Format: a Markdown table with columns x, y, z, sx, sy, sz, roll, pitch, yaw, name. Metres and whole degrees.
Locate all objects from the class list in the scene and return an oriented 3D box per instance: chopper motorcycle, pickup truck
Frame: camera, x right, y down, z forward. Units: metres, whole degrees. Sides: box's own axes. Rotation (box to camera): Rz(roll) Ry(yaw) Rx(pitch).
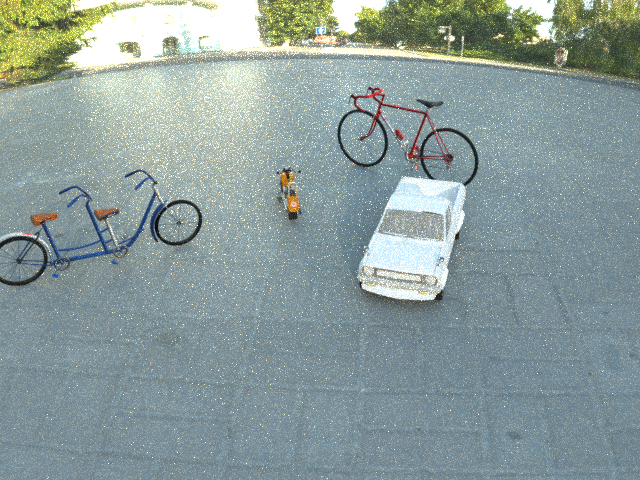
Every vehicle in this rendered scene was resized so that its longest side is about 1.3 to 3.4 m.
| x | y | z | sx | sy | sz | roll | pitch | yaw | name |
| --- | --- | --- | --- | --- | --- | --- | --- | --- | --- |
| -0.547 | -0.930 | 12.115 | 0.466 | 0.761 | 1.563 | -4 | 29 | -8 | chopper motorcycle |
| 1.465 | -0.203 | 10.519 | 1.244 | 0.993 | 3.117 | 8 | 29 | 14 | pickup truck |

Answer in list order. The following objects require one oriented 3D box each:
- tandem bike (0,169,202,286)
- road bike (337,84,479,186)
| x | y | z | sx | sy | sz | roll | pitch | yaw | name |
| --- | --- | --- | --- | --- | --- | --- | --- | --- | --- |
| -3.239 | -0.215 | 10.190 | 3.192 | 1.326 | 0.550 | -15 | 32 | -26 | tandem bike |
| 1.578 | -1.942 | 13.053 | 3.004 | 1.656 | 0.696 | 18 | 33 | 30 | road bike |
